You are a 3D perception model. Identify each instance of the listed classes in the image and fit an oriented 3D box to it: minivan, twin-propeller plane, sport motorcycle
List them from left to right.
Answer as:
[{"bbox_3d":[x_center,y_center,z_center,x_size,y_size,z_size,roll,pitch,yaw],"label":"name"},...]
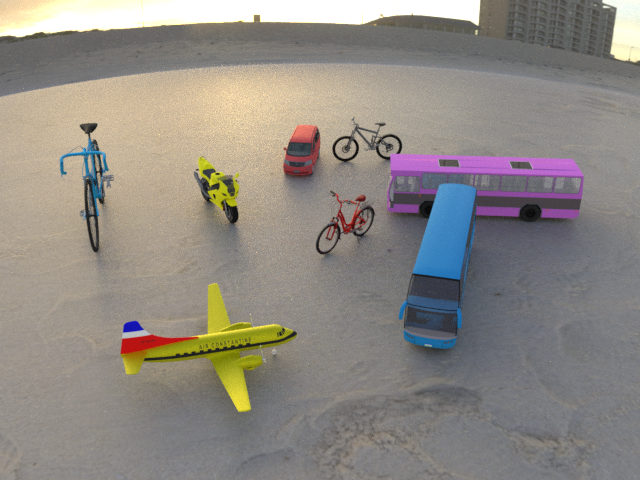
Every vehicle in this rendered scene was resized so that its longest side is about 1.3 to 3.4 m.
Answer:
[{"bbox_3d":[-1.309,1.176,8.420,2.129,0.792,2.663,-7,29,-13],"label":"twin-propeller plane"},{"bbox_3d":[-1.792,-0.891,12.299,0.506,0.821,1.520,-15,31,-26],"label":"sport motorcycle"},{"bbox_3d":[-0.358,-1.842,14.319,0.681,0.616,1.548,3,28,7],"label":"minivan"}]

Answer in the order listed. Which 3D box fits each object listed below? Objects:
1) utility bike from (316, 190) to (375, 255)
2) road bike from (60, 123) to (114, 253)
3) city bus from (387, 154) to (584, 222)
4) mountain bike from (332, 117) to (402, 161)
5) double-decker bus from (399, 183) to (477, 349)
[{"bbox_3d":[0.476,-0.332,11.108,0.535,0.946,1.435,24,36,37],"label":"utility bike"},{"bbox_3d":[-3.777,-1.020,11.650,0.697,1.656,3.004,-6,28,-11],"label":"road bike"},{"bbox_3d":[2.822,-0.914,12.264,3.255,0.894,0.926,2,28,4],"label":"city bus"},{"bbox_3d":[0.982,-2.047,14.438,1.469,0.868,0.573,-3,28,-6],"label":"mountain bike"},{"bbox_3d":[1.746,0.284,9.828,0.756,1.052,3.251,7,29,13],"label":"double-decker bus"}]
